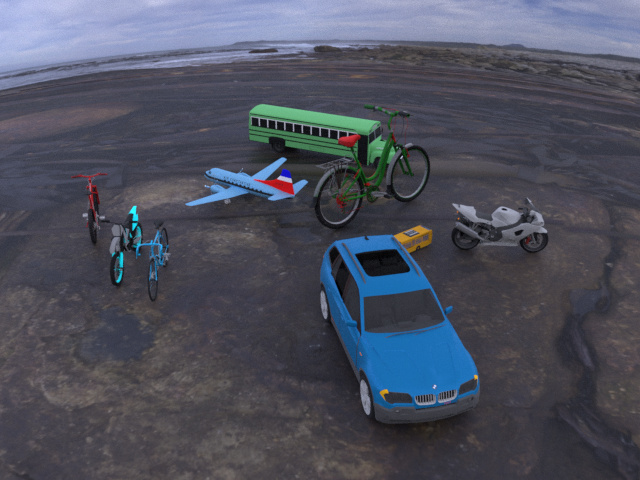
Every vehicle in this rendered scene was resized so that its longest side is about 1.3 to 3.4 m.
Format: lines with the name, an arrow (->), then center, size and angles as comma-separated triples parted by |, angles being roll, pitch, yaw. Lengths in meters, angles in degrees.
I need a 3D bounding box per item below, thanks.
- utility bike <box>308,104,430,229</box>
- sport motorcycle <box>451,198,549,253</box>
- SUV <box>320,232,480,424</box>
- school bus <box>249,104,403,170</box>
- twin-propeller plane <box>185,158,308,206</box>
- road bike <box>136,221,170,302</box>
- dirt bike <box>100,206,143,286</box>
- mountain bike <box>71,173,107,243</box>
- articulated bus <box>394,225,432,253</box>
utility bike -> 0.844, -1.305, 11.843 | 2.791, 1.839, 1.039 | -21, 34, -34
sport motorcycle -> 2.785, -0.200, 10.838 | 1.520, 0.821, 0.506 | 3, 28, 5
SUV -> 0.839, 0.906, 8.410 | 1.276, 1.128, 3.058 | -6, 28, -12
school bus -> 0.101, -2.170, 14.554 | 3.322, 0.844, 0.709 | 13, 30, 23
twin-propeller plane -> -1.303, -1.088, 12.555 | 2.129, 0.792, 2.663 | 18, 33, 31
road bike -> -2.321, 0.217, 10.013 | 0.358, 0.852, 1.545 | -1, 28, -2
dirt bike -> -2.877, 0.019, 10.384 | 0.527, 0.857, 1.493 | 1, 28, 2
mountain bike -> -3.733, -0.568, 11.486 | 0.573, 0.868, 1.469 | -6, 28, -12
articulated bus -> 1.027, 0.158, 10.729 | 1.749, 0.289, 0.311 | -20, 34, -34
